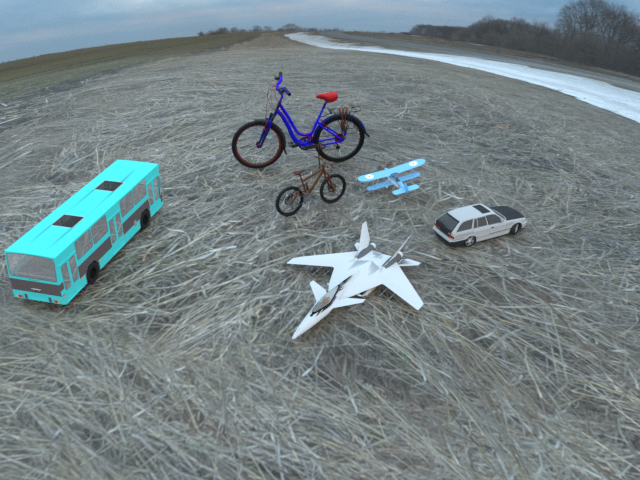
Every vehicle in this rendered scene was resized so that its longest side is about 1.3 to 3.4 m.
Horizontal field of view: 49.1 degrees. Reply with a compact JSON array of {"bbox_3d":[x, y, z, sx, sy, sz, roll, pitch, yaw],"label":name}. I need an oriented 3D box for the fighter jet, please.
[{"bbox_3d":[0.358,0.590,10.022,2.229,0.557,2.640,18,35,28],"label":"fighter jet"}]

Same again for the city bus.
[{"bbox_3d":[-3.552,-0.199,11.040,0.926,0.894,3.255,7,31,12],"label":"city bus"}]

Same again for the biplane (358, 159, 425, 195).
[{"bbox_3d":[1.388,-1.102,12.978,1.336,0.504,1.090,-10,32,-16],"label":"biplane"}]

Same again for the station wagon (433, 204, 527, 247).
[{"bbox_3d":[2.692,-0.321,11.667,1.597,0.473,0.682,-13,33,-22],"label":"station wagon"}]

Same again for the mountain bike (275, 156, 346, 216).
[{"bbox_3d":[-0.145,-0.933,12.327,1.469,0.868,0.573,-18,35,-28],"label":"mountain bike"}]

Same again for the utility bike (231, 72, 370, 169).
[{"bbox_3d":[-0.337,-2.239,13.604,2.791,1.839,1.039,-6,31,-10],"label":"utility bike"}]
